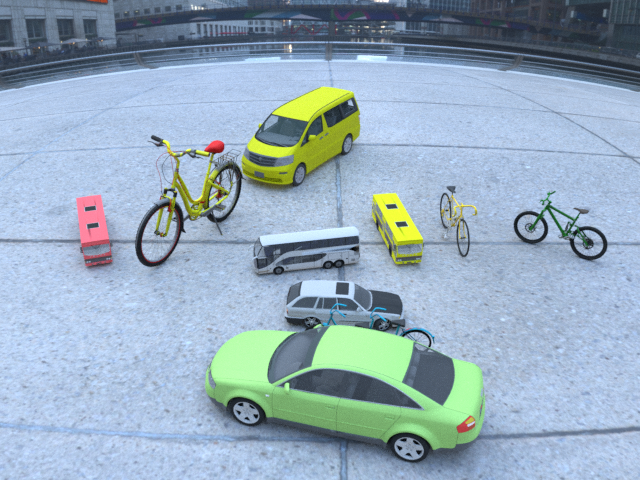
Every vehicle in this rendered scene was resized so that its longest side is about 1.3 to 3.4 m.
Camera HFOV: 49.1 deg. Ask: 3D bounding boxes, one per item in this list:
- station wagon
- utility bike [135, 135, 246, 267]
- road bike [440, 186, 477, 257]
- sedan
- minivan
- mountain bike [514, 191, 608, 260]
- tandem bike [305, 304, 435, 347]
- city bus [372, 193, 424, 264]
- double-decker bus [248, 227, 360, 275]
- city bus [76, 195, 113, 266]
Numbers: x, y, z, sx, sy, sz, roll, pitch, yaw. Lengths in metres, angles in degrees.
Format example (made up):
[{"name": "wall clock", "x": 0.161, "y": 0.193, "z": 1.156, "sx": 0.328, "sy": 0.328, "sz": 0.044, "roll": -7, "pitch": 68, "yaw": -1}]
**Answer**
[{"name": "station wagon", "x": 0.333, "y": 0.845, "z": 9.396, "sx": 1.597, "sy": 0.473, "sz": 0.682, "roll": 2, "pitch": 29, "yaw": 3}, {"name": "utility bike", "x": -1.892, "y": -0.784, "z": 10.918, "sx": 1.039, "sy": 1.839, "sz": 2.791, "roll": 15, "pitch": 32, "yaw": 24}, {"name": "road bike", "x": 2.154, "y": -0.372, "z": 11.193, "sx": 0.358, "sy": 0.852, "sz": 1.545, "roll": -4, "pitch": 29, "yaw": -6}, {"name": "sedan", "x": 0.236, "y": 1.508, "z": 7.723, "sx": 3.137, "sy": 0.940, "sz": 1.235, "roll": 8, "pitch": 30, "yaw": 14}, {"name": "minivan", "x": -0.338, "y": -2.109, "z": 13.961, "sx": 1.324, "sy": 1.197, "sz": 3.011, "roll": 17, "pitch": 33, "yaw": 27}, {"name": "mountain bike", "x": 3.745, "y": -0.213, "z": 10.891, "sx": 1.469, "sy": 0.868, "sz": 0.573, "roll": 19, "pitch": 34, "yaw": 30}, {"name": "tandem bike", "x": 0.603, "y": 1.127, "z": 8.673, "sx": 1.642, "sy": 0.682, "sz": 0.283, "roll": 2, "pitch": 29, "yaw": 4}, {"name": "city bus", "x": 1.221, "y": -0.193, "z": 11.274, "sx": 0.476, "sy": 0.460, "sz": 1.674, "roll": -4, "pitch": 29, "yaw": -8}, {"name": "double-decker bus", "x": -0.225, "y": 0.162, "z": 10.554, "sx": 1.672, "sy": 0.541, "sz": 0.389, "roll": -6, "pitch": 30, "yaw": -11}, {"name": "city bus", "x": -3.625, "y": -0.163, "z": 11.220, "sx": 0.476, "sy": 0.460, "sz": 1.674, "roll": -10, "pitch": 31, "yaw": -17}]
